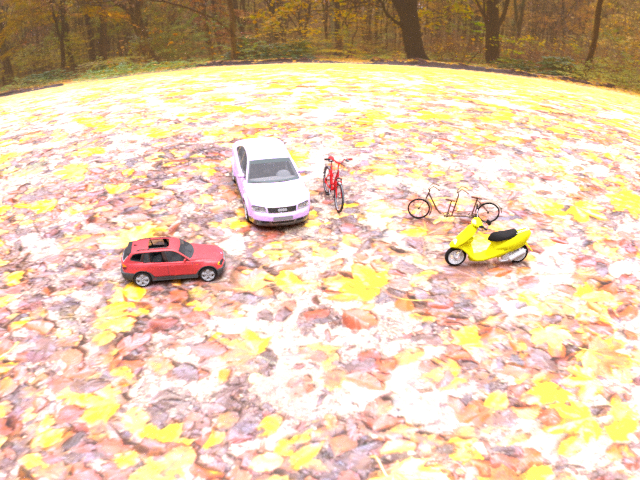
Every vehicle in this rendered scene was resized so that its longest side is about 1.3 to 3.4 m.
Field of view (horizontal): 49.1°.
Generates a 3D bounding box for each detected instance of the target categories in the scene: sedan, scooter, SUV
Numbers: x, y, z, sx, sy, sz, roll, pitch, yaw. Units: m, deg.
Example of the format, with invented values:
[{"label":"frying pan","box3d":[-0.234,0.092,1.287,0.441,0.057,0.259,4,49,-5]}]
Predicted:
[{"label":"sedan","box3d":[-0.974,-1.245,13.135,1.235,0.940,3.137,-6,29,-11]},{"label":"scooter","box3d":[2.647,-0.029,10.882,1.399,0.919,0.662,-3,28,-5]},{"label":"SUV","box3d":[-2.238,0.277,10.668,1.572,0.580,0.656,-4,28,-8]}]

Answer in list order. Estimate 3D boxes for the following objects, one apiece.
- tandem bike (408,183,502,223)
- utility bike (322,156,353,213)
[{"label":"tandem bike","box3d":[2.369,-0.640,12.275,1.642,0.682,0.283,4,28,7]},{"label":"utility bike","box3d":[0.293,-1.152,12.954,0.535,0.946,1.435,-7,29,-12]}]
